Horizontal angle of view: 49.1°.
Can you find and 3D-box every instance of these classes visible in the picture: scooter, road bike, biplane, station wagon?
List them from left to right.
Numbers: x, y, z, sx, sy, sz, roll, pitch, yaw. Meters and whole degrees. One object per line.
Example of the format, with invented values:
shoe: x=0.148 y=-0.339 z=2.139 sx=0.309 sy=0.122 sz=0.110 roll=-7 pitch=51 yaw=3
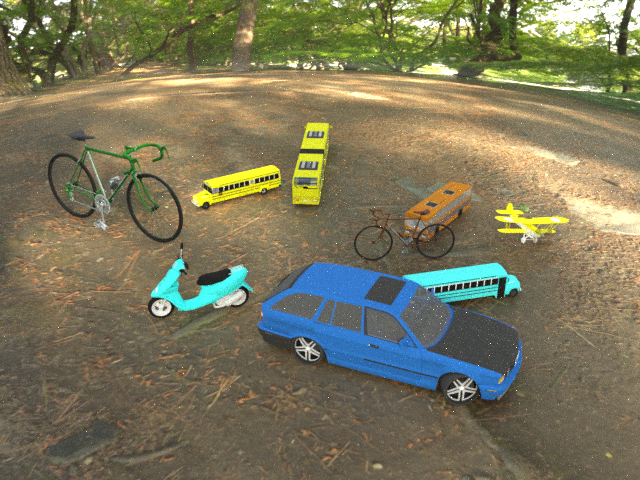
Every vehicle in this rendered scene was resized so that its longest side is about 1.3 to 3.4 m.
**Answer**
road bike: x=-3.407 y=-0.928 z=11.342 sx=3.004 sy=1.656 sz=0.697 roll=15 pitch=30 yaw=27
scooter: x=-1.586 y=0.553 z=9.223 sx=1.399 sy=0.919 sz=0.662 roll=-7 pitch=28 yaw=-14
station wagon: x=0.831 y=0.994 z=8.348 sx=3.105 sy=0.920 sz=1.327 roll=11 pitch=29 yaw=21
road bike: x=1.282 y=-0.081 z=10.554 sx=1.545 sy=0.852 sz=0.358 roll=-2 pitch=27 yaw=-3
biplane: x=3.321 y=-0.271 z=11.318 sx=1.336 sy=0.504 sz=1.090 roll=-8 pitch=28 yaw=-16

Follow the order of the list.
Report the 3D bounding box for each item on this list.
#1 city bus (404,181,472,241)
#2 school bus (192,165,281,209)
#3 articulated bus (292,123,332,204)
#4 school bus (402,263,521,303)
city bus: x=2.009 y=-0.490 z=11.801 sx=0.476 sy=0.460 sz=1.674 roll=18 pitch=32 yaw=31
school bus: x=-1.527 y=-0.974 z=12.790 sx=1.708 sy=0.434 sz=0.365 roll=-17 pitch=31 yaw=-30
articulated bus: x=-0.141 y=-1.579 z=13.847 sx=0.605 sy=0.561 sz=3.401 roll=2 pitch=27 yaw=3
school bus: x=1.960 y=0.622 z=9.625 sx=1.708 sy=0.434 sz=0.365 roll=-7 pitch=28 yaw=-14
